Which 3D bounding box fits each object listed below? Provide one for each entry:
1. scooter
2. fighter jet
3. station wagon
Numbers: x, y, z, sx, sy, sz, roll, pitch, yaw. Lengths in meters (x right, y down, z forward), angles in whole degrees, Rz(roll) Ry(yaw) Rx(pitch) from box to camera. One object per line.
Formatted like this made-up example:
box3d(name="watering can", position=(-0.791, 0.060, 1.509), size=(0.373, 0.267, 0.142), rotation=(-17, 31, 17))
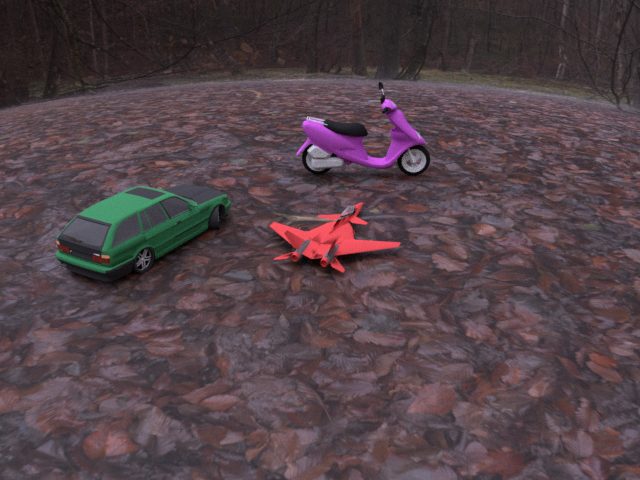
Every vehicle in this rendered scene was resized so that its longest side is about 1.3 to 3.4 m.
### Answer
box3d(name="scooter", position=(0.884, -2.155, 14.043), size=(2.721, 1.786, 1.288), rotation=(1, 25, 2))
box3d(name="fighter jet", position=(0.295, -0.301, 11.567), size=(2.229, 0.557, 2.640), rotation=(10, 27, 19))
box3d(name="station wagon", position=(-2.719, -0.361, 11.268), size=(1.327, 0.920, 3.105), rotation=(14, 29, 27))
